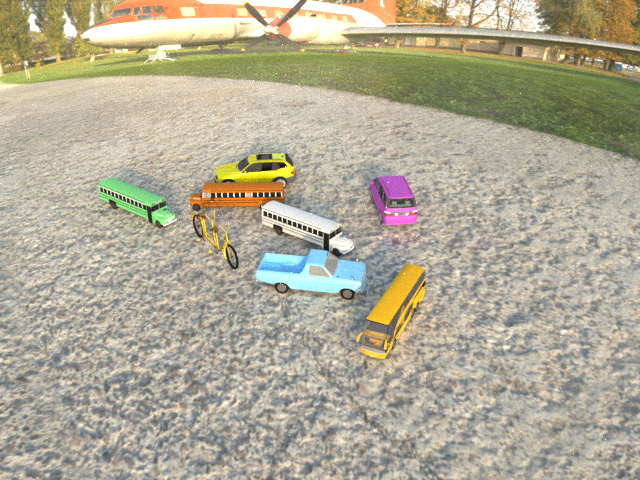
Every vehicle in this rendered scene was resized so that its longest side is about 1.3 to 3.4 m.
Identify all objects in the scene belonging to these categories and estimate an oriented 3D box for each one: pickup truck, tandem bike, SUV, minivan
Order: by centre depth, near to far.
[{"bbox_3d":[-0.122,0.444,10.216,1.603,0.511,0.640,5,30,9],"label":"pickup truck"},{"bbox_3d":[-1.681,-0.116,11.043,0.283,0.682,1.642,-18,34,-29],"label":"tandem bike"},{"bbox_3d":[1.275,-0.795,12.328,0.681,0.616,1.548,-3,29,-6],"label":"minivan"},{"bbox_3d":[-1.235,-1.321,13.305,1.572,0.580,0.656,-3,29,-6],"label":"SUV"}]

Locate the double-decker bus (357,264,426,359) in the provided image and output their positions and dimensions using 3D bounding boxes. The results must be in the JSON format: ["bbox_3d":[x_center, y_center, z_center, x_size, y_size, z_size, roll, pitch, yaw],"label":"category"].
[{"bbox_3d":[0.989,0.938,9.302,0.389,0.541,1.672,13,32,22],"label":"double-decker bus"}]

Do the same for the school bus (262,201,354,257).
[{"bbox_3d":[-0.206,-0.200,11.448,1.708,0.434,0.365,20,35,32],"label":"school bus"}]

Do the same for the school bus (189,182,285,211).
[{"bbox_3d":[-1.493,-0.790,12.504,1.708,0.434,0.365,-1,29,-1],"label":"school bus"}]

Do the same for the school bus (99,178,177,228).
[{"bbox_3d":[-3.199,-0.662,12.275,1.708,0.434,0.365,20,35,32],"label":"school bus"}]
